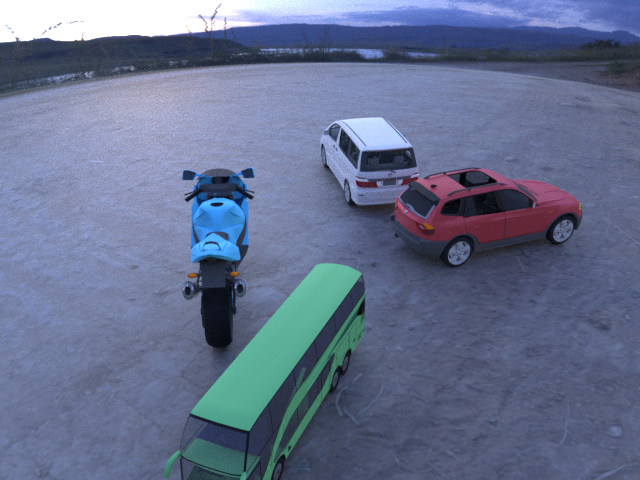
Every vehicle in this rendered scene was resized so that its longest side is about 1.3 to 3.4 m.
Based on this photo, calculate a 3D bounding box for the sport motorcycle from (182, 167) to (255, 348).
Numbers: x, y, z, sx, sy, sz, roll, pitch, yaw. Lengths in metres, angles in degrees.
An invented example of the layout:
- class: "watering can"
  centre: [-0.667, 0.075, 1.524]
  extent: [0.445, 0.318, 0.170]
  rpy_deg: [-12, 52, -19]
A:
- class: "sport motorcycle"
  centre: [-1.310, 0.095, 9.151]
  extent: [0.983, 1.596, 2.955]
  rpy_deg: [-2, 28, -4]

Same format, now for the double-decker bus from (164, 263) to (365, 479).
- class: "double-decker bus"
  centre: [-0.363, 1.418, 7.200]
  extent: [0.756, 1.052, 3.251]
  rpy_deg: [11, 29, 20]

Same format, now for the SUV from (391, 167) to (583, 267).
- class: "SUV"
  centre: [2.610, -0.504, 10.810]
  extent: [3.058, 1.128, 1.276]
  rpy_deg: [-11, 29, -20]

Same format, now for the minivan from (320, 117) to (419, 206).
- class: "minivan"
  centre: [0.829, -1.611, 12.861]
  extent: [1.324, 1.197, 3.011]
  rpy_deg: [-6, 28, -11]
